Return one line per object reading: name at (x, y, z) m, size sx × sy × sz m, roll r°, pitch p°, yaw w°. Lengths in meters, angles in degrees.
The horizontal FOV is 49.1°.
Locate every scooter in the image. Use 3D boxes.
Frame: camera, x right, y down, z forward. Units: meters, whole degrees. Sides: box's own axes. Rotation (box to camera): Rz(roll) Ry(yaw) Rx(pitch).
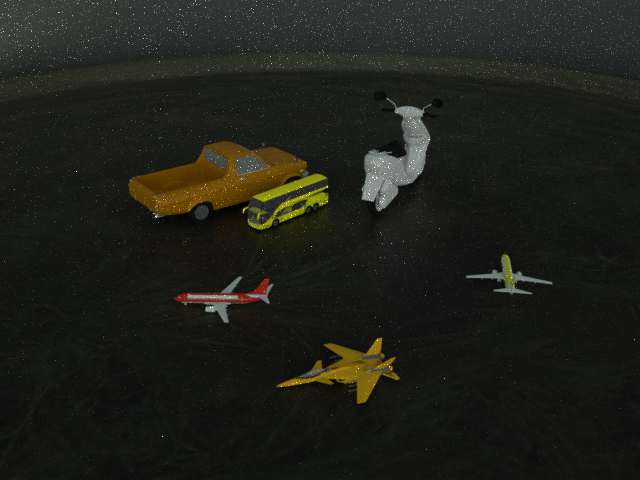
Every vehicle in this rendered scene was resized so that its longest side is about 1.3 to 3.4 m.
scooter at (1.401, -1.604, 12.362) m, size 1.288 × 1.786 × 2.721 m, roll 13°, pitch 29°, yaw 24°

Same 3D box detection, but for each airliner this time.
airliner at (-1.290, 0.686, 9.254) m, size 1.307 × 0.429 × 1.161 m, roll 1°, pitch 26°, yaw 2°
airliner at (2.651, 0.405, 9.824) m, size 1.161 × 0.429 × 1.307 m, roll 4°, pitch 27°, yaw 8°

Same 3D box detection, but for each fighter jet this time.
fighter jet at (0.165, 1.444, 7.880) m, size 1.358 × 0.286 × 1.147 m, roll -8°, pitch 27°, yaw -16°

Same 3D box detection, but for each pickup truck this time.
pickup truck at (-1.722, -1.130, 12.297) m, size 3.117 × 0.993 × 1.244 m, roll -19°, pitch 32°, yaw -33°

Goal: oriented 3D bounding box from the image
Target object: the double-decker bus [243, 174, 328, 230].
double-decker bus at (-0.540, -0.644, 11.824) m, size 0.389 × 0.541 × 1.672 m, roll 24°, pitch 35°, yaw 39°
